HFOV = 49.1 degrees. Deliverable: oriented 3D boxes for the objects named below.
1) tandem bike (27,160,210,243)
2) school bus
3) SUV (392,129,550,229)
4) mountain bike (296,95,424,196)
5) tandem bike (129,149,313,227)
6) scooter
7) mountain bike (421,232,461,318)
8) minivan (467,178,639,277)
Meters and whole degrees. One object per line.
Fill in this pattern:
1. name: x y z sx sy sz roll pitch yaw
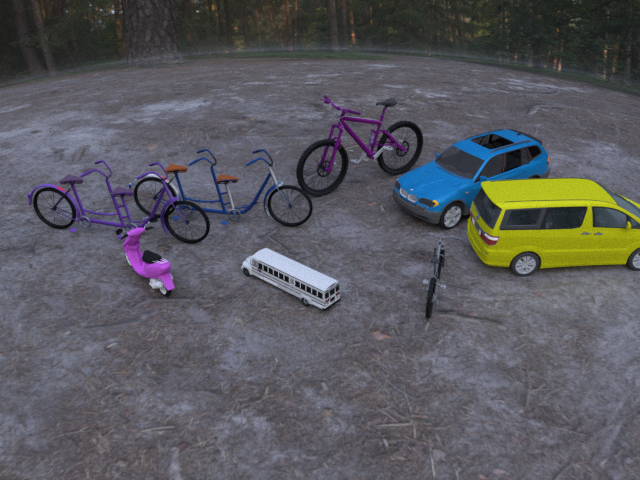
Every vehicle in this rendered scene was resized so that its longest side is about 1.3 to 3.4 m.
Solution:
1. tandem bike: -3.313 -0.647 11.328 3.192 1.326 0.550 6 30 11
2. school bus: -0.466 0.527 10.177 1.708 0.434 0.365 23 37 34
3. SUV: 2.734 -1.185 12.464 3.058 1.128 1.276 -18 34 -28
4. mountain bike: 0.797 -1.805 12.981 2.857 1.688 1.114 -17 34 -27
5. tandem bike: -1.700 -0.886 11.744 3.192 1.326 0.550 4 30 7
6. scooter: -2.546 0.218 10.229 0.662 0.919 1.399 -23 37 -34
7. mountain bike: 1.640 0.441 9.890 0.573 0.868 1.469 8 31 13
8. minivan: 3.863 -0.274 10.807 3.011 1.197 1.324 -3 30 -4
